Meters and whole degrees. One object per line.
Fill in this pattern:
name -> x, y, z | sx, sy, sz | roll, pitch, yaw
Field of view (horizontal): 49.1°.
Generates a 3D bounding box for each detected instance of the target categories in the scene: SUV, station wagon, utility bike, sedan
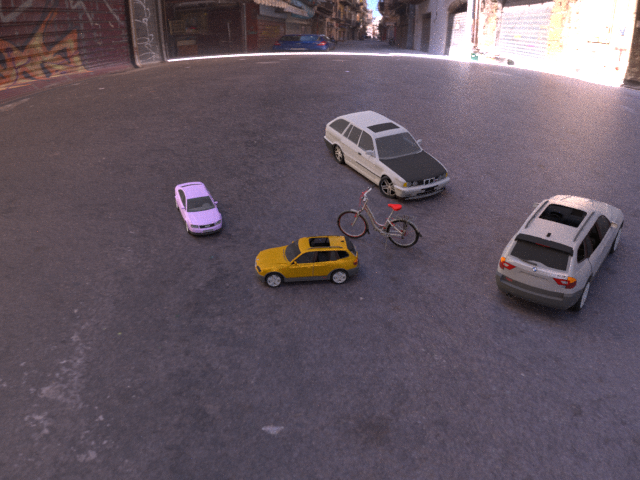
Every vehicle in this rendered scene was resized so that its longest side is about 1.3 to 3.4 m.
SUV -> -0.194, 0.278, 10.477 | 1.572, 0.580, 0.656 | -3, 30, -5
station wagon -> 1.259, -1.762, 13.722 | 1.327, 0.920, 3.105 | -15, 33, -24
utility bike -> 0.933, -0.327, 11.173 | 1.435, 0.946, 0.535 | 11, 31, 18
sedan -> -2.122, -0.609, 12.136 | 0.635, 0.483, 1.613 | -10, 31, -18
SUV -> 3.667, -0.042, 10.486 | 1.276, 1.128, 3.058 | 18, 34, 29
